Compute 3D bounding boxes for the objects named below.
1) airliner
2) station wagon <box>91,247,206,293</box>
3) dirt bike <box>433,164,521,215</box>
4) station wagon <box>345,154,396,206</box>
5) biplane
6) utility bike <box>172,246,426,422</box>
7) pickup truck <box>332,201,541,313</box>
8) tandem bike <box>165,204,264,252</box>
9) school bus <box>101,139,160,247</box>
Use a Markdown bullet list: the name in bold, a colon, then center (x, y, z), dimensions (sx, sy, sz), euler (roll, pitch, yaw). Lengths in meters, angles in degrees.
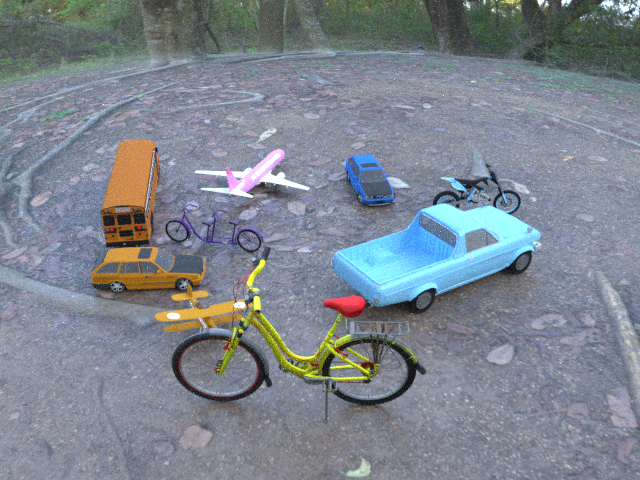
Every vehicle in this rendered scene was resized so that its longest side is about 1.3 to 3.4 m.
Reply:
- **airliner**: center (-1.162, -1.382, 12.860), dimensions (2.257, 0.835, 2.541), euler (10, 31, 17)
- **station wagon**: center (-2.456, 0.390, 10.083), dimensions (1.597, 0.473, 0.682), euler (-2, 29, -3)
- **dirt bike**: center (2.662, -0.799, 11.802), dimensions (1.493, 0.857, 0.527), euler (0, 29, 0)
- **station wagon**: center (0.899, -1.139, 12.798), dimensions (0.682, 0.473, 1.597), euler (-5, 30, -9)
- **biplane**: center (-1.510, 0.940, 9.075), dimensions (1.336, 0.504, 1.090), euler (-15, 33, -25)
- **utility bike**: center (-0.240, 1.124, 7.388), dimensions (2.791, 1.839, 1.039), euler (1, 29, 2)
- **pickup truck**: center (1.725, 0.119, 10.034), dimensions (3.117, 0.993, 1.244), euler (-17, 34, -28)
- **tandem bike**: center (-1.665, -0.183, 10.887), dimensions (1.642, 0.682, 0.283), euler (7, 30, 13)
- **school bus**: center (-3.198, -0.936, 12.059), dimensions (0.709, 0.844, 3.322), euler (-4, 30, -7)
